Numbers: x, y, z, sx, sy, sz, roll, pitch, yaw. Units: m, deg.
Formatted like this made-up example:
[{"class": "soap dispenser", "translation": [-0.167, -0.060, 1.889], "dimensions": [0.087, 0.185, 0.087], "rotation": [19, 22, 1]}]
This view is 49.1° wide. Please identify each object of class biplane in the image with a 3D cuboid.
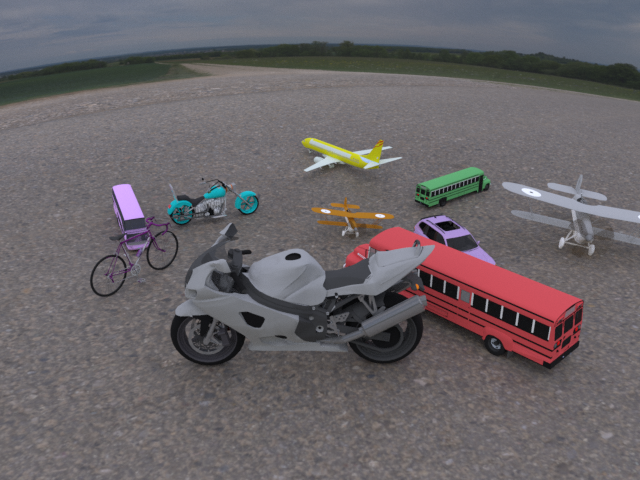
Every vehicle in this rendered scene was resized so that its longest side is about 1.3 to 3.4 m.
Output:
[{"class": "biplane", "translation": [0.503, -0.369, 11.321], "dimensions": [1.336, 0.504, 1.090], "rotation": [-4, 26, -7]}, {"class": "biplane", "translation": [4.105, -0.414, 10.870], "dimensions": [2.598, 0.981, 2.120], "rotation": [6, 27, 12]}]

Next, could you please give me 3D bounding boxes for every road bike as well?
[{"class": "road bike", "translation": [-2.568, 0.204, 9.756], "dimensions": [0.358, 0.852, 1.545], "rotation": [18, 32, 33]}]

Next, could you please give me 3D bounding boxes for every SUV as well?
[{"class": "SUV", "translation": [1.948, 0.114, 10.248], "dimensions": [0.656, 0.580, 1.572], "rotation": [-11, 28, -21]}]

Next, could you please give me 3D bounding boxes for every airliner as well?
[{"class": "airliner", "translation": [0.414, -1.888, 14.044], "dimensions": [2.257, 0.835, 2.541], "rotation": [-20, 32, -34]}]

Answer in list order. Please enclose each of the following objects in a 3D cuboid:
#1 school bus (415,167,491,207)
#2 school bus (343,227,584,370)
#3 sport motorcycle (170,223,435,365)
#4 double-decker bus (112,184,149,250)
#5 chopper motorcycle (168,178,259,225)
[{"class": "school bus", "translation": [2.440, -0.972, 12.631], "dimensions": [1.708, 0.434, 0.365], "rotation": [-19, 32, -34]}, {"class": "school bus", "translation": [1.653, 0.594, 8.968], "dimensions": [0.709, 0.844, 3.322], "rotation": [-23, 34, -39]}, {"class": "sport motorcycle", "translation": [-0.228, 0.712, 7.873], "dimensions": [2.955, 1.596, 0.983], "rotation": [-1, 26, -2]}, {"class": "double-decker bus", "translation": [-3.064, -0.372, 11.285], "dimensions": [0.389, 0.541, 1.672], "rotation": [-10, 28, -20]}, {"class": "chopper motorcycle", "translation": [-1.775, -0.686, 11.675], "dimensions": [1.563, 0.761, 0.466], "rotation": [-12, 29, -23]}]
